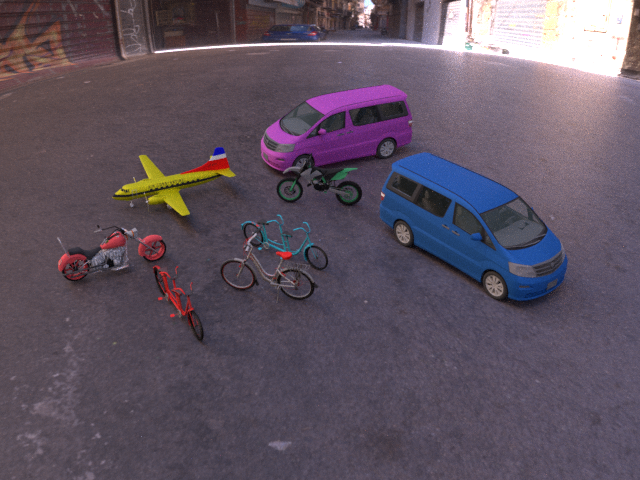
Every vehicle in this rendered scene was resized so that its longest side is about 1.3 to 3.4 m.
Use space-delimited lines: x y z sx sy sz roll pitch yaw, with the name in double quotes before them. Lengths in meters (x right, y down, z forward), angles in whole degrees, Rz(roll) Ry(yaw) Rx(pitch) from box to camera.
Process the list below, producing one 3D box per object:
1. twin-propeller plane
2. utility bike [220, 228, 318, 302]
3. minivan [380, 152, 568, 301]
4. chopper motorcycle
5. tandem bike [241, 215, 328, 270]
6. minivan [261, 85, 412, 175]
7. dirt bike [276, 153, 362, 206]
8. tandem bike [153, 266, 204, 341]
"twin-propeller plane" -2.577 -1.091 12.225 2.129 0.792 2.663 -15 34 -23
"utility bike" -0.728 0.401 9.544 1.435 0.946 0.535 8 31 13
"minivan" 2.247 -0.265 10.425 1.324 1.197 3.011 -22 37 -32
"chopper motorcycle" -3.026 0.120 10.201 1.563 0.761 0.466 -17 34 -26
"tandem bike" -0.556 -0.038 10.547 1.642 0.682 0.283 19 36 29
"minivan" 0.318 -2.194 13.696 3.011 1.197 1.324 -14 33 -22
"dirt bike" -0.017 -0.999 12.004 1.493 0.857 0.527 3 31 5
"tandem bike" -1.907 0.705 9.288 0.283 0.682 1.642 -18 35 -28
